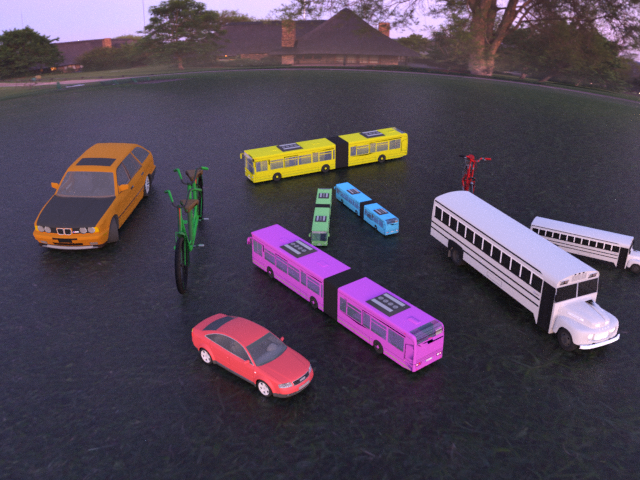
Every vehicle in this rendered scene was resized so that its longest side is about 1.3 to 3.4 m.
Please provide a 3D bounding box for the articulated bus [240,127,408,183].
[{"bbox_3d":[0.151,-1.689,13.720,3.401,0.561,0.605,-12,29,-23],"label":"articulated bus"}]

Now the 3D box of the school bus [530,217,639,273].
[{"bbox_3d":[3.989,0.056,10.396,1.708,0.434,0.365,15,30,27],"label":"school bus"}]

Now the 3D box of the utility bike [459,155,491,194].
[{"bbox_3d":[2.612,-1.072,12.067,0.535,0.946,1.435,3,27,6],"label":"utility bike"}]

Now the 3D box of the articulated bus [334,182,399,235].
[{"bbox_3d":[0.761,-0.545,11.752,0.311,0.289,1.749,-12,29,-23],"label":"articulated bus"}]

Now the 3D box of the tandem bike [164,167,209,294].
[{"bbox_3d":[-1.930,-0.439,10.388,0.550,1.326,3.192,-1,27,-3],"label":"tandem bike"}]

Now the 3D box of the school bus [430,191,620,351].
[{"bbox_3d":[2.654,0.312,9.432,0.709,0.844,3.322,-11,29,-21],"label":"school bus"}]

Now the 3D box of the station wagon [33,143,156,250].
[{"bbox_3d":[-3.692,-0.855,11.665,1.327,0.920,3.105,2,27,3],"label":"station wagon"}]

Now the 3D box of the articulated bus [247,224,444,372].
[{"bbox_3d":[0.202,0.635,9.106,0.605,0.561,3.401,-19,32,-33],"label":"articulated bus"}]

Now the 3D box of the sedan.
[{"bbox_3d":[-0.786,1.250,7.972,1.613,0.483,0.635,21,33,35],"label":"sedan"}]

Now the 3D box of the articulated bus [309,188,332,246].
[{"bbox_3d":[0.035,-0.402,11.467,0.311,0.289,1.749,1,27,3],"label":"articulated bus"}]
